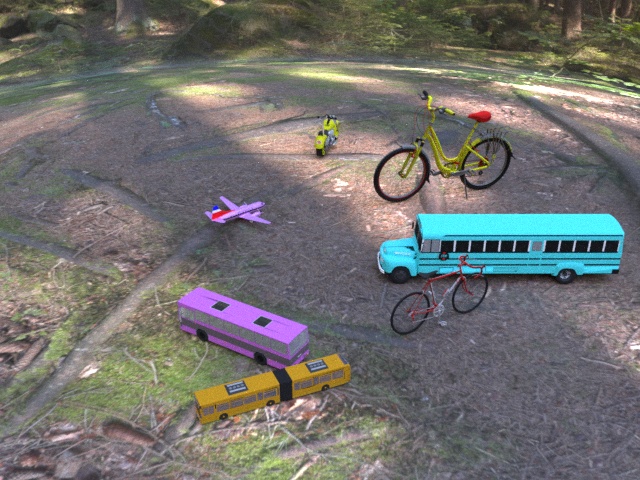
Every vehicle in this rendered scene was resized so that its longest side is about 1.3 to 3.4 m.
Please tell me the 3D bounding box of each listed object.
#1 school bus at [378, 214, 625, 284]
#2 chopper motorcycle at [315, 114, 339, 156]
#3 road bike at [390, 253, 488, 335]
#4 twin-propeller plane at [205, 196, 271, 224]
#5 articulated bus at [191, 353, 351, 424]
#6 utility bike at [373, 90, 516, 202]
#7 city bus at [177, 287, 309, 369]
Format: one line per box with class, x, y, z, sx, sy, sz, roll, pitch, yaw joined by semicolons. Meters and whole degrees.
school bus;2.490;0.097;9.894;3.322;0.844;0.709;0;28;0
chopper motorcycle;0.170;-2.265;14.483;0.466;0.761;1.563;7;28;13
road bike;1.526;0.682;8.770;1.545;0.852;0.358;-15;31;-26
twin-propeller plane;-1.324;-0.502;11.505;1.095;0.407;1.370;-22;35;-36
articulated bus;-0.505;1.603;7.622;1.749;0.289;0.311;-11;30;-21
utility bike;2.253;-1.551;11.963;2.791;1.839;1.039;-9;29;-17
city bus;-0.944;1.077;8.439;1.674;0.460;0.476;16;32;28
